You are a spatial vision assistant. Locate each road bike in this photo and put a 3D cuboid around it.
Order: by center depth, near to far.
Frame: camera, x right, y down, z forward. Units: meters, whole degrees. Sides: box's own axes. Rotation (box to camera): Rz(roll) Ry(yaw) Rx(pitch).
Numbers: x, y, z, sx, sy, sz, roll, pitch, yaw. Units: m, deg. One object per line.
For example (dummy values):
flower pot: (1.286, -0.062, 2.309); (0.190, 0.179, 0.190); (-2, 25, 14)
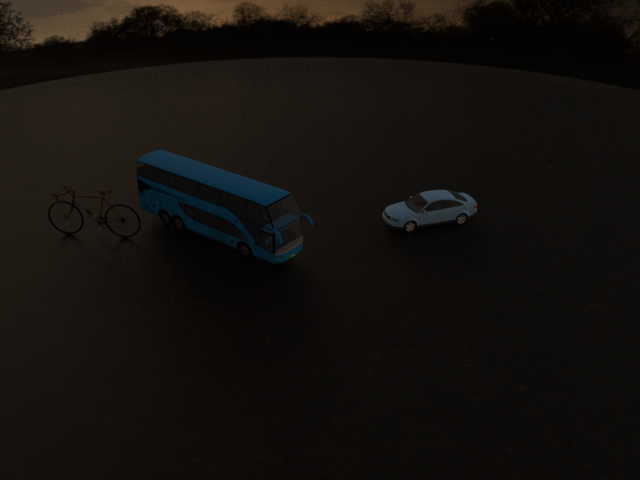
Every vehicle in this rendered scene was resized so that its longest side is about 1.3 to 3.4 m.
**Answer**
road bike: (-3.608, -0.444, 11.123); (1.545, 0.852, 0.358); (4, 29, 6)

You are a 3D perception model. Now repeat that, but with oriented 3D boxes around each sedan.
sedan: (1.831, -0.535, 11.678); (1.613, 0.483, 0.635); (-8, 30, -15)

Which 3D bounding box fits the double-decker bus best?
double-decker bus: (-1.615, -0.547, 11.103); (3.251, 1.052, 0.756); (20, 34, 33)
